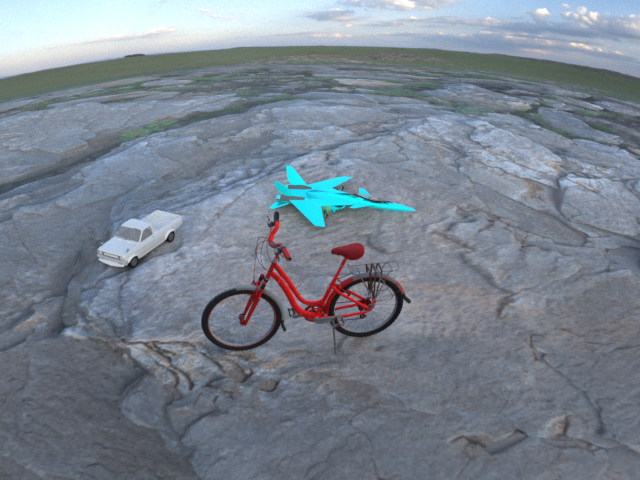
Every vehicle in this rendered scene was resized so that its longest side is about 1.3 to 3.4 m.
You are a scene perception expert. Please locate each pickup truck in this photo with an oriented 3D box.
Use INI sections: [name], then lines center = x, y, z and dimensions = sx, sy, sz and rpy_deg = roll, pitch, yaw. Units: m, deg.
[pickup truck]
center = -2.975, -0.086, 11.648
dimensions = 0.640, 0.511, 1.603
rpy_deg = 13, 31, 23

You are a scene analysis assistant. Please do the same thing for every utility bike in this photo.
[utility bike]
center = -0.128, 0.653, 8.900
dimensions = 2.791, 1.839, 1.039
rpy_deg = -5, 29, -10

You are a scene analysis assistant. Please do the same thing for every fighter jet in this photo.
[fighter jet]
center = 0.477, -0.850, 13.004
dimensions = 2.640, 0.557, 2.229
rpy_deg = 7, 29, 13
